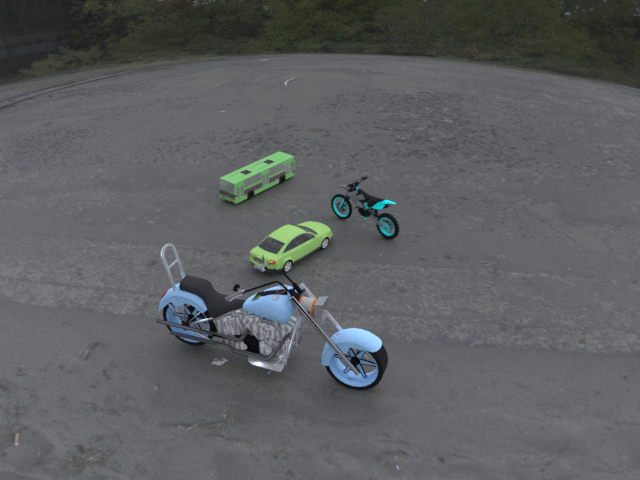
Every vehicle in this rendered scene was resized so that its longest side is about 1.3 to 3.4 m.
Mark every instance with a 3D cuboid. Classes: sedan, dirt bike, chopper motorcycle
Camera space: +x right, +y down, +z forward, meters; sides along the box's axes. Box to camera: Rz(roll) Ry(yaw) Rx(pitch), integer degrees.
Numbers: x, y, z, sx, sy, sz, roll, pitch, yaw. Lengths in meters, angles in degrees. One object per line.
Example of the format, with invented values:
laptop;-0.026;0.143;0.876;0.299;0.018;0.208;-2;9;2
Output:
sedan;-0.438;0.026;11.244;0.635;0.483;1.613;22;37;34
dirt bike;0.750;-0.572;11.914;1.493;0.857;0.527;25;38;36
chopper motorcycle;-0.643;0.940;8.639;3.040;1.480;0.906;10;31;17

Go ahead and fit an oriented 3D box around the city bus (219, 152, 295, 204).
city bus;-1.180;-1.190;13.396;0.476;0.460;1.674;22;36;33
